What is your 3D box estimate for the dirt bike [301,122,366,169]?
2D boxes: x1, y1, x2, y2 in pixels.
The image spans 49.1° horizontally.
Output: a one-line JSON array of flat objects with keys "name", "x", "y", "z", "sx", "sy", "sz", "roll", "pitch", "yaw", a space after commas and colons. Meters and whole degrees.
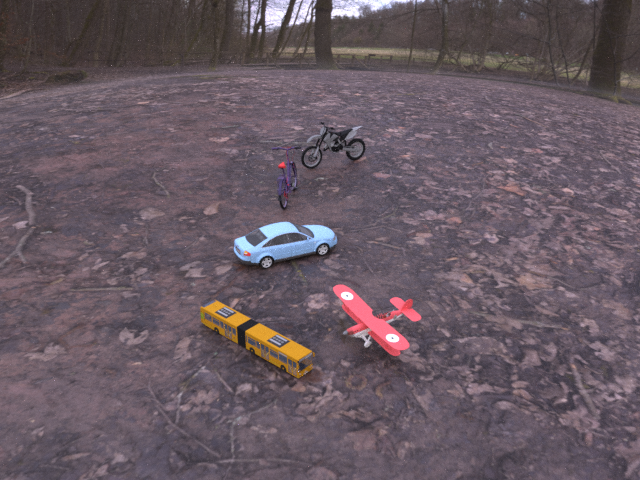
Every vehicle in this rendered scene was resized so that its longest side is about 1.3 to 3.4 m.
[{"name": "dirt bike", "x": 0.287, "y": -1.919, "z": 14.038, "sx": 1.493, "sy": 0.857, "sz": 0.527, "roll": -14, "pitch": 30, "yaw": -26}]

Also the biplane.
[{"name": "biplane", "x": 0.732, "y": 1.001, "z": 8.586, "sx": 1.090, "sy": 0.504, "sz": 1.336, "roll": -17, "pitch": 31, "yaw": -31}]

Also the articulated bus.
[{"name": "articulated bus", "x": -0.796, "y": 1.174, "z": 8.481, "sx": 1.749, "sy": 0.289, "sz": 0.311, "roll": 22, "pitch": 34, "yaw": 37}]

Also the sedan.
[{"name": "sedan", "x": -0.505, "y": 0.002, "z": 10.609, "sx": 1.613, "sy": 0.483, "sz": 0.635, "roll": -12, "pitch": 29, "yaw": -23}]

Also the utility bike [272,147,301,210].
[{"name": "utility bike", "x": -0.623, "y": -1.158, "z": 12.415, "sx": 0.535, "sy": 0.946, "sz": 1.435, "roll": 4, "pitch": 27, "yaw": 8}]
